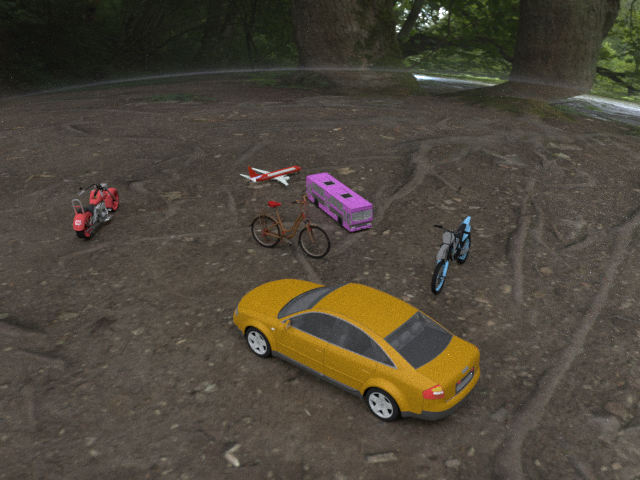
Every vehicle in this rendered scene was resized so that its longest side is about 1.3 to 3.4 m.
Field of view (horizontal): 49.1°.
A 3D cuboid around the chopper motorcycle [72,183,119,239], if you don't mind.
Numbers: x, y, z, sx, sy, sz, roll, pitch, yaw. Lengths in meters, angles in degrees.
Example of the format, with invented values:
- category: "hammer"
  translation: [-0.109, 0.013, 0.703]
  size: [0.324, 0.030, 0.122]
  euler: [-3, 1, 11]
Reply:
- category: "chopper motorcycle"
  translation: [-3.700, -0.599, 11.612]
  size: [0.466, 0.761, 1.563]
  euler: [3, 27, 6]

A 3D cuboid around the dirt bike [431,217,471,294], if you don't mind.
- category: "dirt bike"
  translation: [1.906, 0.154, 9.995]
  size: [0.527, 0.857, 1.493]
  euler: [14, 30, 26]

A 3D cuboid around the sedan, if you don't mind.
- category: "sedan"
  translation: [0.317, 1.047, 8.110]
  size: [3.137, 0.940, 1.235]
  euler: [20, 33, 34]

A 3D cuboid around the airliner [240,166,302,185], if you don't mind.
- category: "airliner"
  translation: [-0.867, -1.350, 13.490]
  size: [1.307, 0.429, 1.161]
  euler: [-21, 33, -35]

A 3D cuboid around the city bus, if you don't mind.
- category: "city bus"
  translation: [0.306, -0.657, 12.066]
  size: [0.476, 0.460, 1.674]
  euler: [-13, 29, -24]

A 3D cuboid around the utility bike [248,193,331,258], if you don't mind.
- category: "utility bike"
  translation: [-0.460, -0.263, 10.732]
  size: [1.435, 0.946, 0.535]
  euler: [12, 29, 23]
